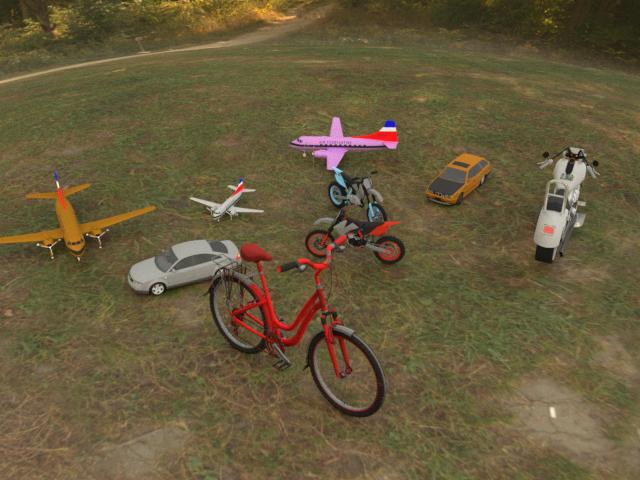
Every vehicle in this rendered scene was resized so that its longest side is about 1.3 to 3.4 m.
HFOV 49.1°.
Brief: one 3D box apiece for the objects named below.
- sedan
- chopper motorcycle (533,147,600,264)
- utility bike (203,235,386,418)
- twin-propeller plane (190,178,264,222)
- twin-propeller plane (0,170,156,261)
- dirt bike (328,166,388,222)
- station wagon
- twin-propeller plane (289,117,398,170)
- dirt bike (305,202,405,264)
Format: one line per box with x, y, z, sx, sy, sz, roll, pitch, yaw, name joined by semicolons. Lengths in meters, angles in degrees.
-1.925;0.327;9.958;1.613;0.483;0.635;-13;33;-22;sedan
3.820;-0.786;10.882;0.906;1.480;3.040;14;33;22;chopper motorcycle
-0.317;0.757;7.868;2.791;1.839;1.039;23;37;34;utility bike
-1.527;-0.661;11.734;1.370;0.407;1.095;11;32;18;twin-propeller plane
-3.925;-0.377;10.862;2.663;0.792;2.129;-13;33;-22;twin-propeller plane
0.607;-0.731;11.407;0.527;0.857;1.493;-21;36;-31;dirt bike
2.469;-1.121;12.460;0.682;0.473;1.597;20;35;30;station wagon
0.454;-1.965;13.595;2.129;0.792;2.663;2;30;3;twin-propeller plane
0.512;-0.061;10.253;1.493;0.857;0.527;5;31;8;dirt bike
